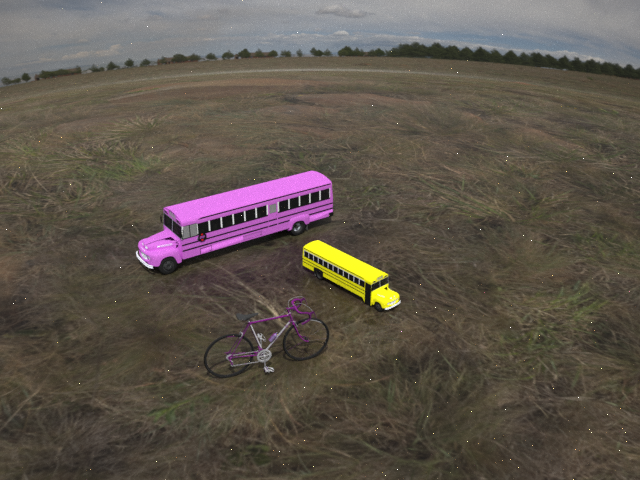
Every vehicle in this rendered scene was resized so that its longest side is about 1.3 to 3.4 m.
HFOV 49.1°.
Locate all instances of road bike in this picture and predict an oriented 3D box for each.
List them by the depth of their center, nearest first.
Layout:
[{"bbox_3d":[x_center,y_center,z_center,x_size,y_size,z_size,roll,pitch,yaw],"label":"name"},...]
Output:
[{"bbox_3d":[-0.609,1.156,8.210,1.545,0.852,0.358,-10,28,-19],"label":"road bike"}]

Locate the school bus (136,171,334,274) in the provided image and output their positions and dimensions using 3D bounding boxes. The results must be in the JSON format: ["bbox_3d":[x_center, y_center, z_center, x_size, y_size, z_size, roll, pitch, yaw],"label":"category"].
[{"bbox_3d":[-1.312,-0.335,11.197,3.322,0.844,0.709,-17,31,-31],"label":"school bus"}]

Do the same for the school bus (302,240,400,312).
[{"bbox_3d":[0.434,0.497,9.993,0.365,0.434,1.708,-22,34,-37],"label":"school bus"}]
